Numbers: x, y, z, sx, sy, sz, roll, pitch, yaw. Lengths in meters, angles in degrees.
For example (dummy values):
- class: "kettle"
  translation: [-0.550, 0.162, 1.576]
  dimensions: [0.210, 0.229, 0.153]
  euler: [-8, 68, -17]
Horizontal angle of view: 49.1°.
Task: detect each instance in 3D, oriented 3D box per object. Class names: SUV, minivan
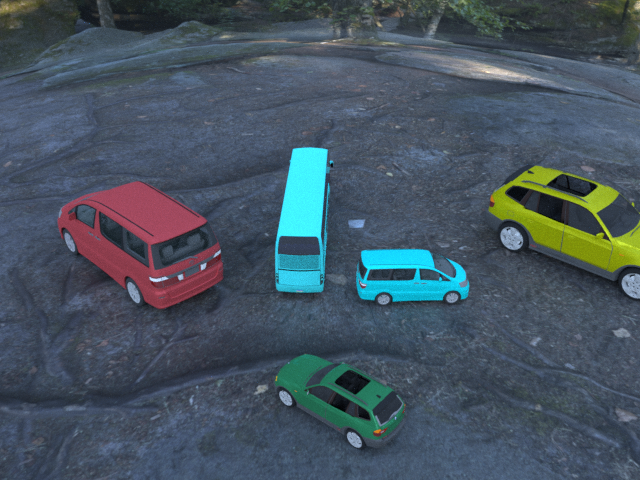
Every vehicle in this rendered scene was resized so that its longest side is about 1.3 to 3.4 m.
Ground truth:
- class: "SUV"
  translation: [0.203, 1.681, 7.702]
  dimensions: [1.572, 0.580, 0.656]
  euler: [23, 38, 33]
- class: "minivan"
  translation: [-2.705, -0.134, 10.109]
  dimensions: [1.324, 1.197, 3.011]
  euler: [-27, 40, -37]
- class: "SUV"
  translation: [3.963, -0.221, 10.318]
  dimensions: [3.058, 1.128, 1.276]
  euler: [25, 39, 35]
- class: "minivan"
  translation: [1.286, 0.481, 9.654]
  dimensions: [1.548, 0.616, 0.681]
  euler: [-1, 31, -2]

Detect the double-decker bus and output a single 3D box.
- class: "double-decker bus"
  translation: [-0.213, -0.439, 10.753]
  dimensions: [0.756, 1.052, 3.251]
  euler: [1, 31, 2]
